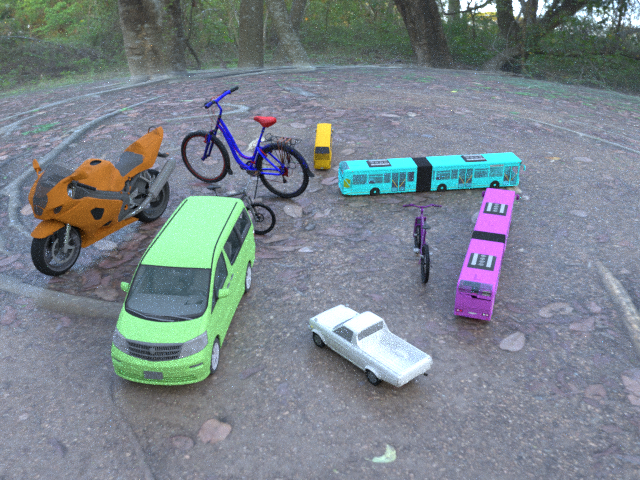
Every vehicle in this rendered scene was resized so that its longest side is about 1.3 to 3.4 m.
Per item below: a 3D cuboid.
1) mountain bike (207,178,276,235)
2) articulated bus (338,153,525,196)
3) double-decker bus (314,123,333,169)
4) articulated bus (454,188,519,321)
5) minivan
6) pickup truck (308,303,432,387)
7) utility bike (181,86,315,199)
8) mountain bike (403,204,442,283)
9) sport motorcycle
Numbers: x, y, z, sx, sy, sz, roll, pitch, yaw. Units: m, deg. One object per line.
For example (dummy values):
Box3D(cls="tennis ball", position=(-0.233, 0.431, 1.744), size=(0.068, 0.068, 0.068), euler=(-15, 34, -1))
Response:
Box3D(cls="mountain bike", position=(-1.436, -0.508, 11.250), size=(1.469, 0.868, 0.573), euler=(4, 27, 8))
Box3D(cls="articulated bus", position=(2.055, -1.227, 12.989), size=(3.401, 0.561, 0.605), euler=(-4, 27, -7))
Box3D(cls="double-decker bus", position=(0.071, -1.957, 14.436), size=(0.389, 0.541, 1.672), euler=(1, 27, 2))
Box3D(cls="articulated bus", position=(2.507, 0.092, 10.415), size=(0.605, 0.561, 3.401), euler=(9, 28, 16))
Box3D(cls="minivan", position=(-1.644, 0.528, 8.868), size=(1.324, 1.197, 3.011), euler=(3, 27, 6))
Box3D(cls="pickup truck", position=(0.561, 1.198, 8.313), size=(0.640, 0.511, 1.603), euler=(-21, 34, -35))
Box3D(cls="utility bike", position=(-1.406, -1.674, 12.461), size=(2.791, 1.839, 1.039), euler=(12, 30, 22))
Box3D(cls="mountain bike", position=(1.503, -0.009, 10.276), size=(0.573, 0.868, 1.469), euler=(0, 27, 1))
Box3D(cls="sport motorcycle", position=(-3.308, -0.656, 10.740), size=(0.983, 1.596, 2.955), euler=(13, 30, 24))
